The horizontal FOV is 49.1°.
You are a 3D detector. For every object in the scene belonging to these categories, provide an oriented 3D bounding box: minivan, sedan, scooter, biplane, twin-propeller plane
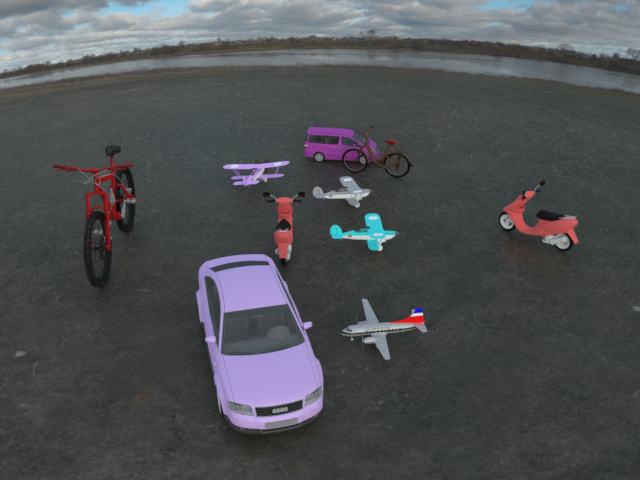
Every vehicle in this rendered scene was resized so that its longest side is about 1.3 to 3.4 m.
[{"bbox_3d":[0.456,-1.992,14.659,1.548,0.616,0.681,4,27,8],"label":"minivan"},{"bbox_3d":[-0.792,1.021,8.394,1.235,0.940,3.137,-7,28,-13],"label":"sedan"},{"bbox_3d":[3.505,-0.401,11.206,0.662,0.919,1.399,-24,35,-38],"label":"scooter"},{"bbox_3d":[-1.269,-1.236,13.300,1.336,0.504,1.090,7,28,14],"label":"biplane"},{"bbox_3d":[0.704,-0.098,11.068,1.090,0.504,1.336,0,27,0],"label":"biplane"},{"bbox_3d":[0.410,-0.836,12.515,1.090,0.504,1.336,-4,27,-8],"label":"biplane"},{"bbox_3d":[-0.557,-0.261,10.932,0.662,0.919,1.399,0,27,-1],"label":"scooter"},{"bbox_3d":[0.795,1.073,8.877,1.095,0.407,1.370,-4,27,-8],"label":"twin-propeller plane"}]

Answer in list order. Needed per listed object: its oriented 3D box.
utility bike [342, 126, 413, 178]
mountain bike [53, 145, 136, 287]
[{"bbox_3d":[1.113,-1.678,13.680,1.435,0.946,0.535,8,28,14],"label":"utility bike"},{"bbox_3d":[-3.197,-0.541,10.633,1.114,1.688,2.857,-1,27,-2],"label":"mountain bike"}]
